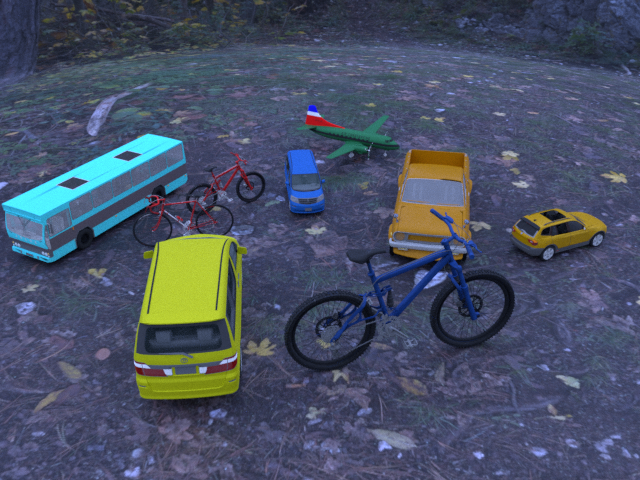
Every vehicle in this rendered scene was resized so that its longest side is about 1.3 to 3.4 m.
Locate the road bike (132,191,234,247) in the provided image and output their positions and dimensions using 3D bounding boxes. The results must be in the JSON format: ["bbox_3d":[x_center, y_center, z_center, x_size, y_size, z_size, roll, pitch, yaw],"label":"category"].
[{"bbox_3d":[-2.096,-0.333,10.730,1.545,0.852,0.358,-8,31,-14],"label":"road bike"}]

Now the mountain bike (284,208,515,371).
[{"bbox_3d":[0.982,0.685,8.091,2.857,1.688,1.114,-7,30,-12],"label":"mountain bike"}]

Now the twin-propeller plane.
[{"bbox_3d":[0.626,-2.186,14.051,2.129,0.792,2.663,15,33,25],"label":"twin-propeller plane"}]

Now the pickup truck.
[{"bbox_3d":[1.834,-0.738,11.299,1.244,0.993,3.117,5,30,9],"label":"pickup truck"}]

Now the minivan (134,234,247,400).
[{"bbox_3d":[-1.551,0.651,8.648,1.324,1.197,3.011,-3,30,-5],"label":"minivan"}]

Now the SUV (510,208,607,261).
[{"bbox_3d":[3.672,-0.171,10.719,1.572,0.580,0.656,-13,32,-22],"label":"SUV"}]

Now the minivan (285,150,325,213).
[{"bbox_3d":[-0.285,-1.023,12.183,0.681,0.616,1.548,-3,30,-6],"label":"minivan"}]

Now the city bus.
[{"bbox_3d":[-3.505,-0.743,11.408,0.926,0.894,3.255,15,33,24],"label":"city bus"}]

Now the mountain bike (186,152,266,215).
[{"bbox_3d":[-1.577,-0.930,11.763,1.469,0.868,0.573,-17,34,-27],"label":"mountain bike"}]
